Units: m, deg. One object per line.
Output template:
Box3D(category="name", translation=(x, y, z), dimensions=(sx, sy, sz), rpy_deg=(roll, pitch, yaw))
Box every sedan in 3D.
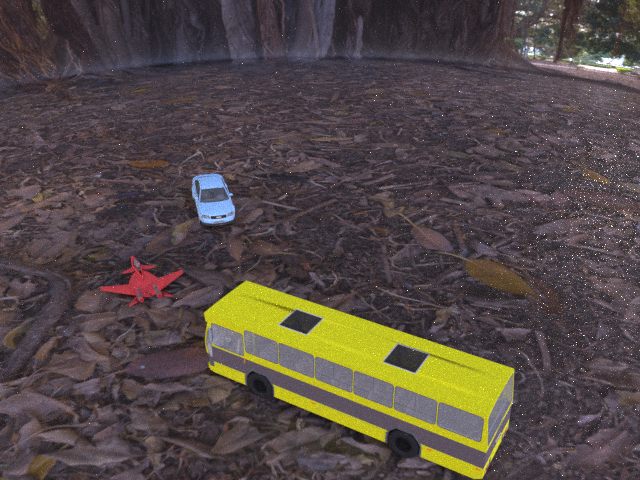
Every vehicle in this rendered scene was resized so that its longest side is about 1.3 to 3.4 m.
Box3D(category="sedan", translation=(-1.819, -0.740, 11.844), dimensions=(0.635, 0.483, 1.613), rpy_deg=(-7, 29, -13))

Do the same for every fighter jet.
Box3D(category="fighter jet", translation=(-2.522, 0.447, 9.828), dimensions=(1.147, 0.286, 1.358), rpy_deg=(-12, 30, -21))

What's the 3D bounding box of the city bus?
Box3D(category="city bus", translation=(0.313, 1.404, 7.389), dimensions=(3.255, 0.894, 0.926), rpy_deg=(16, 32, 27))
